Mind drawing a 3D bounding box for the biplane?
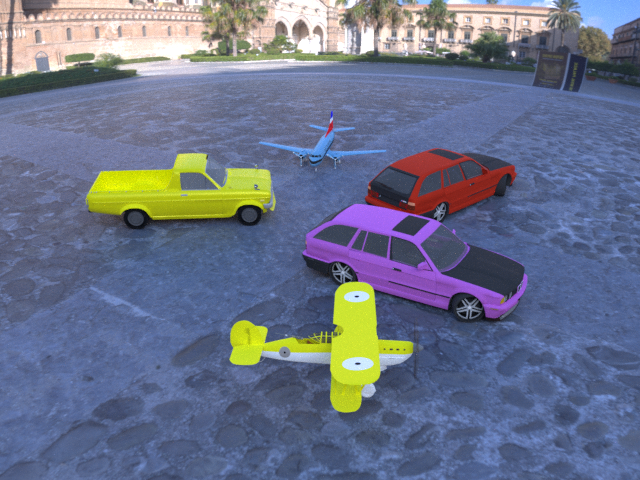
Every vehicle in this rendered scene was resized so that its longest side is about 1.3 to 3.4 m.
[{"bbox_3d":[0.073,1.173,7.731,2.120,0.981,2.598,1,26,2],"label":"biplane"}]

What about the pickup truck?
[{"bbox_3d":[-2.322,-0.896,11.928,3.117,0.993,1.244,-2,26,-4],"label":"pickup truck"}]

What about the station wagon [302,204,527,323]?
[{"bbox_3d":[1.309,0.213,9.754,3.105,0.920,1.327,15,30,27],"label":"station wagon"}]

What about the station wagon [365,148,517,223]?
[{"bbox_3d":[2.247,-1.116,12.458,3.105,0.920,1.327,-21,33,-37],"label":"station wagon"}]

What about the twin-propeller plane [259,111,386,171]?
[{"bbox_3d":[0.075,-2.049,14.503,2.663,0.792,2.129,5,27,11],"label":"twin-propeller plane"}]
